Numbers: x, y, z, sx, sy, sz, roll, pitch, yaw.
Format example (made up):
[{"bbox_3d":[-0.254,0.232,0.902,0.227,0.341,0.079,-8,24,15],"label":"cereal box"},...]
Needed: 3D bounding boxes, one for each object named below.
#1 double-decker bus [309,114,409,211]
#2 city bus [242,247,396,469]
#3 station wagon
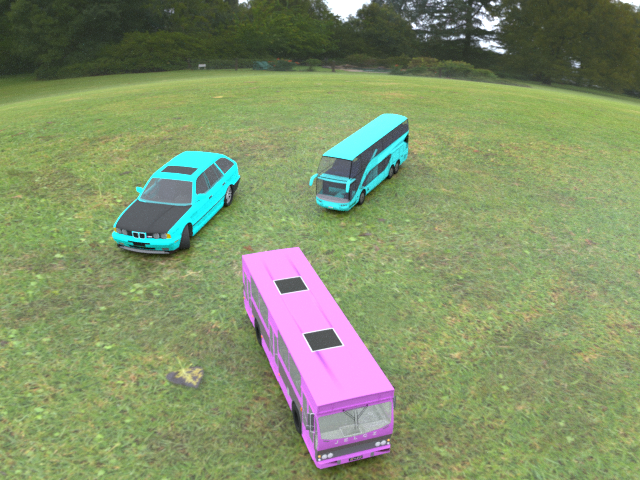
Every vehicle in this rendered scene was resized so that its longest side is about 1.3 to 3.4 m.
[{"bbox_3d":[0.871,-1.530,13.545,0.756,1.052,3.251,12,29,24],"label":"double-decker bus"},{"bbox_3d":[-0.159,1.211,8.168,0.926,0.894,3.255,-8,27,-16],"label":"city bus"},{"bbox_3d":[-2.431,-0.770,12.153,1.327,0.920,3.105,7,27,13],"label":"station wagon"}]
